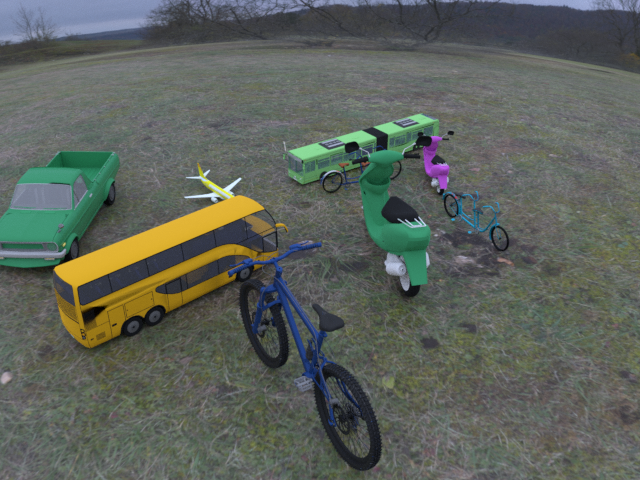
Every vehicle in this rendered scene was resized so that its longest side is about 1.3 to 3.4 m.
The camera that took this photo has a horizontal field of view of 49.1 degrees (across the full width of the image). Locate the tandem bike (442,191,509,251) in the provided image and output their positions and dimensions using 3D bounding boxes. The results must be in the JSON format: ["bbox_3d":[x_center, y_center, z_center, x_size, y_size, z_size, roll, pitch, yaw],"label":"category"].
[{"bbox_3d":[2.436,-0.422,11.003,0.283,0.682,1.642,-15,34,-24],"label":"tandem bike"}]

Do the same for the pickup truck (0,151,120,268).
[{"bbox_3d":[-4.149,-0.675,11.124,1.244,0.993,3.117,1,31,2],"label":"pickup truck"}]

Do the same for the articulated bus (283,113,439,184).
[{"bbox_3d":[0.884,-1.787,13.411,3.401,0.561,0.605,-20,36,-30],"label":"articulated bus"}]

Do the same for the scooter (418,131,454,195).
[{"bbox_3d":[2.066,-1.445,12.488,0.662,0.919,1.399,-3,31,-4],"label":"scooter"}]

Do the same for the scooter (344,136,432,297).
[{"bbox_3d":[1.031,-0.499,10.054,1.288,1.786,2.721,-6,31,-10],"label":"scooter"}]

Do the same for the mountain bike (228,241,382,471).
[{"bbox_3d":[-0.202,1.112,7.450,1.114,1.688,2.857,-18,35,-27],"label":"mountain bike"}]

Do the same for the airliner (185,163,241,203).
[{"bbox_3d":[-1.771,-0.942,12.122,1.161,0.429,1.307,-24,38,-34],"label":"airliner"}]

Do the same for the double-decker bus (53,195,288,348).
[{"bbox_3d":[-1.893,0.313,9.409,3.251,1.052,0.756,-26,39,-36],"label":"double-decker bus"}]

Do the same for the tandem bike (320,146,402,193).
[{"bbox_3d":[0.748,-1.260,12.410,1.642,0.682,0.283,-14,33,-22],"label":"tandem bike"}]
